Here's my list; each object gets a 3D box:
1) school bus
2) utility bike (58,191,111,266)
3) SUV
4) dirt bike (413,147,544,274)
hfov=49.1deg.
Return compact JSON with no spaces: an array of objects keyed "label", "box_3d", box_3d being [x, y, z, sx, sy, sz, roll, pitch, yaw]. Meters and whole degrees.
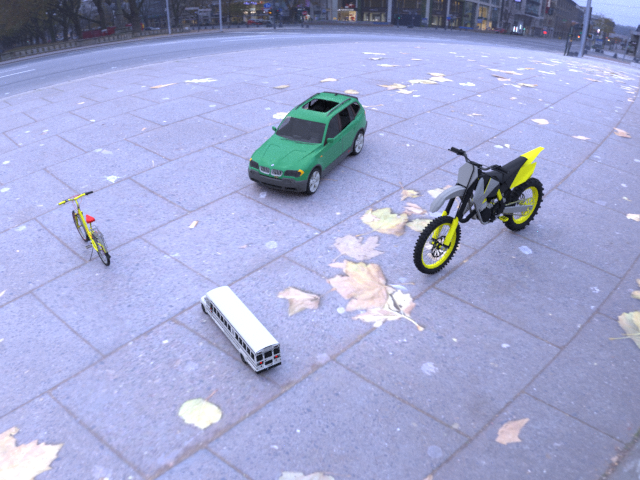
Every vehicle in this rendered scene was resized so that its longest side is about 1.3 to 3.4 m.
[{"label":"school bus","box_3d":[-1.064,1.070,8.975,0.365,0.434,1.708,-18,36,-27]},{"label":"utility bike","box_3d":[-3.527,-0.183,10.522,0.535,0.946,1.435,-21,37,-30]},{"label":"SUV","box_3d":[-0.165,-1.907,13.145,1.276,1.128,3.058,15,35,23]},{"label":"dirt bike","box_3d":[2.478,-0.558,10.443,2.903,1.666,1.024,-23,38,-32]}]
